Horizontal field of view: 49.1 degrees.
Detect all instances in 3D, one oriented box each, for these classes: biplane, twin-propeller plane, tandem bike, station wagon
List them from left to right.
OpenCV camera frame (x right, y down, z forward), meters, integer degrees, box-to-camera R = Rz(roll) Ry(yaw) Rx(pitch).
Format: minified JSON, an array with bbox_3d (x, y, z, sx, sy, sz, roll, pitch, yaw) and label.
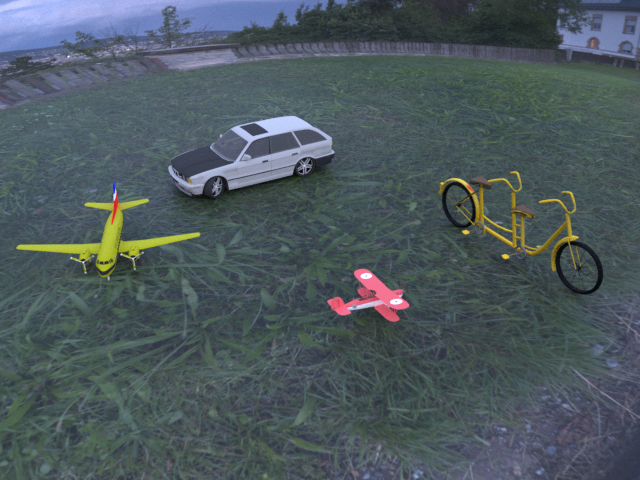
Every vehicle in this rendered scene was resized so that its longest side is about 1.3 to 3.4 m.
[{"bbox_3d":[-3.161,-0.133,10.581,2.663,0.792,2.129,-4,30,-7],"label":"twin-propeller plane"},{"bbox_3d":[-1.280,-1.634,13.092,3.105,0.920,1.327,-17,34,-27],"label":"station wagon"},{"bbox_3d":[0.642,0.789,9.250,1.090,0.504,1.336,-11,31,-19],"label":"biplane"},{"bbox_3d":[2.896,-0.343,10.410,0.550,1.326,3.192,-18,34,-29],"label":"tandem bike"}]
